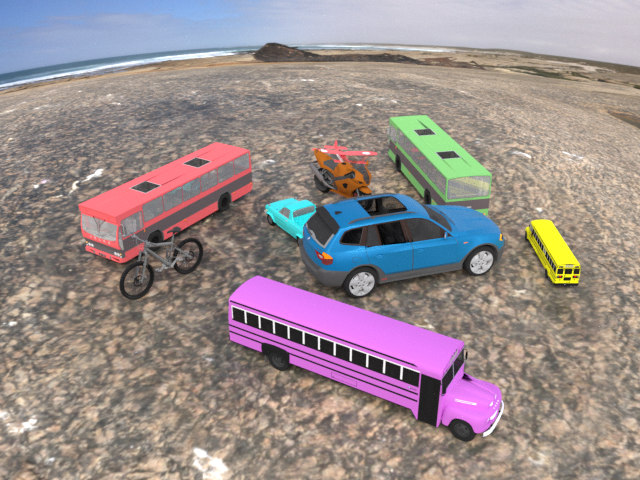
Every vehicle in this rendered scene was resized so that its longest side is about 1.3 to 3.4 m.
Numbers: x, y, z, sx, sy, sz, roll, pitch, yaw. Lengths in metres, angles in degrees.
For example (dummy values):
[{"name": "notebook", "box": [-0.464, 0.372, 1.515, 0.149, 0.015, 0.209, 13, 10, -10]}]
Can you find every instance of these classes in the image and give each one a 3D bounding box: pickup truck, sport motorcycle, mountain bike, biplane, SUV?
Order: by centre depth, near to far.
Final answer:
[{"name": "mountain bike", "box": [-2.242, 0.261, 9.937, 0.573, 0.868, 1.469, 22, 35, 35]}, {"name": "SUV", "box": [1.227, -0.071, 10.284, 3.058, 1.128, 1.276, -9, 29, -16]}, {"name": "pickup truck", "box": [-0.286, -0.331, 11.432, 0.640, 0.511, 1.603, -17, 32, -29]}, {"name": "sport motorcycle", "box": [0.402, -1.094, 12.539, 0.506, 0.821, 1.520, -22, 35, -35]}, {"name": "biplane", "box": [0.453, -1.689, 13.999, 1.336, 0.504, 1.090, -7, 29, -13]}]

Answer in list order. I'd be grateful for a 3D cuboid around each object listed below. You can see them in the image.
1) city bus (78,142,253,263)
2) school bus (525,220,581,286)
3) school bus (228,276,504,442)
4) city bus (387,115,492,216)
[{"name": "city bus", "box": [-2.432, -0.678, 11.678, 0.926, 0.894, 3.255, 16, 32, 28]}, {"name": "school bus", "box": [3.498, 0.135, 10.637, 0.365, 0.434, 1.708, 0, 28, 0]}, {"name": "school bus", "box": [0.463, 1.284, 8.034, 3.322, 0.844, 0.709, 16, 32, 27]}, {"name": "city bus", "box": [2.115, -1.383, 13.006, 0.926, 0.894, 3.255, -6, 28, -11]}]
